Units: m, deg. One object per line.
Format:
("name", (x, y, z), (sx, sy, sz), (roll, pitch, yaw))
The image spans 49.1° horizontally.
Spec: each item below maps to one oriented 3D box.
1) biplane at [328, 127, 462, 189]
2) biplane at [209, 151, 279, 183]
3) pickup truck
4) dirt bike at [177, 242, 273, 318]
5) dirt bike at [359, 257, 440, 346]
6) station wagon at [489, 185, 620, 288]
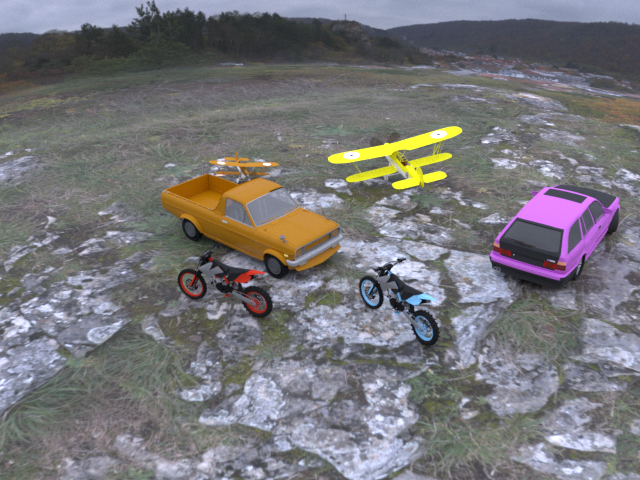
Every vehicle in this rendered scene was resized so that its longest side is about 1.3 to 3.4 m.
("biplane", (1.493, -1.397, 12.968), (2.598, 0.981, 2.120), (-7, 28, -12))
("biplane", (-1.488, -1.401, 13.493), (1.336, 0.504, 1.090), (-9, 29, -17))
("pickup truck", (-1.146, -0.417, 11.073), (3.117, 0.993, 1.244), (21, 34, 35))
("dirt bike", (-1.303, 0.545, 9.373), (1.493, 0.857, 0.527), (12, 30, 22))
("dirt bike", (0.994, 0.734, 9.010), (0.527, 0.857, 1.493), (-19, 33, -32))
("station wagon", (3.785, -0.307, 10.941), (1.327, 0.920, 3.105), (18, 33, 31))
